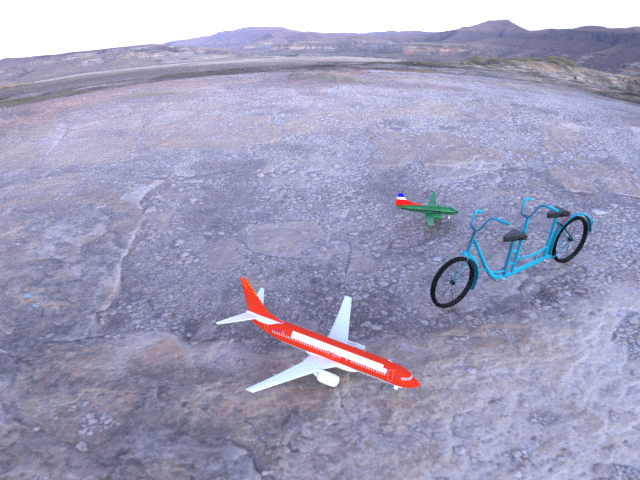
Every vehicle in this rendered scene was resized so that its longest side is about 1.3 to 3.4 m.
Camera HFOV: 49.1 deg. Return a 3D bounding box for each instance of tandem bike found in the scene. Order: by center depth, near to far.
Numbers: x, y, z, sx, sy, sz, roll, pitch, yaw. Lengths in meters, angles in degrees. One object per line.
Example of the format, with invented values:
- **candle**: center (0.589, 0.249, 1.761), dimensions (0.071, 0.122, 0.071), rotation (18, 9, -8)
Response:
- **tandem bike**: center (2.821, 0.038, 9.918), dimensions (3.192, 1.326, 0.550), rotation (-17, 32, -28)

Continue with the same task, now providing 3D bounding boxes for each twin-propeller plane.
- **twin-propeller plane**: center (1.841, -0.584, 12.060), dimensions (1.095, 0.407, 1.370), rotation (5, 28, 10)

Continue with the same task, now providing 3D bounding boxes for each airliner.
- **airliner**: center (0.044, 1.128, 8.395), dimensions (2.541, 0.835, 2.257), rotation (16, 32, 27)
